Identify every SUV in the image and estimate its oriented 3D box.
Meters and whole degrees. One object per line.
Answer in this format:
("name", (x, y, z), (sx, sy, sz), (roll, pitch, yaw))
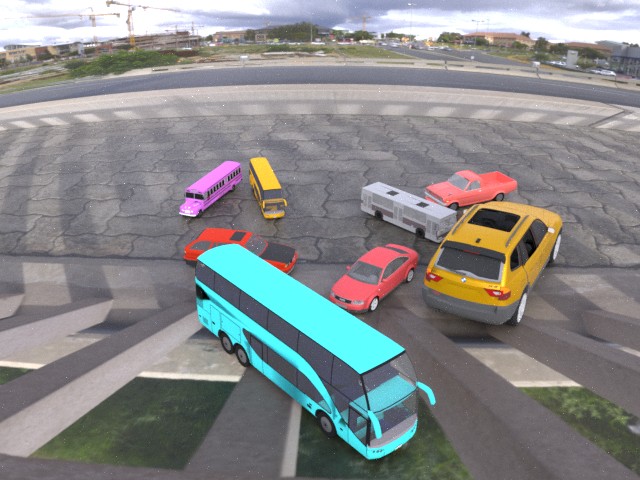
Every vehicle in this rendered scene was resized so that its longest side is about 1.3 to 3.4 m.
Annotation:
("SUV", (2.411, 0.071, 9.445), (1.276, 1.128, 3.058), (14, 30, 26))

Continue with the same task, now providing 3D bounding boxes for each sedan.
("sedan", (0.740, 0.453, 9.405), (0.635, 0.483, 1.613), (18, 32, 32))

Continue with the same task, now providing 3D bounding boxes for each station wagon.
("station wagon", (-1.125, 0.156, 10.005), (1.597, 0.473, 0.682), (6, 27, 12))

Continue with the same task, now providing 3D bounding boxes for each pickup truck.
("pickup truck", (2.610, -0.910, 12.077), (1.603, 0.511, 0.640), (-12, 29, -23))

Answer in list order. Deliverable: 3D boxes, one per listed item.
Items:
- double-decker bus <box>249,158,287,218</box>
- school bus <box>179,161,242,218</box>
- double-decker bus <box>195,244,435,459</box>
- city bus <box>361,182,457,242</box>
("double-decker bus", (-0.924, -0.892, 12.007), (0.389, 0.541, 1.672), (-6, 27, -12))
("school bus", (-1.879, -0.883, 12.108), (0.365, 0.434, 1.708), (10, 28, 18))
("double-decker bus", (-0.238, 1.092, 7.505), (0.756, 1.052, 3.251), (-21, 33, -35))
("city bus", (1.391, -0.445, 11.211), (0.476, 0.460, 1.674), (-22, 34, -37))
